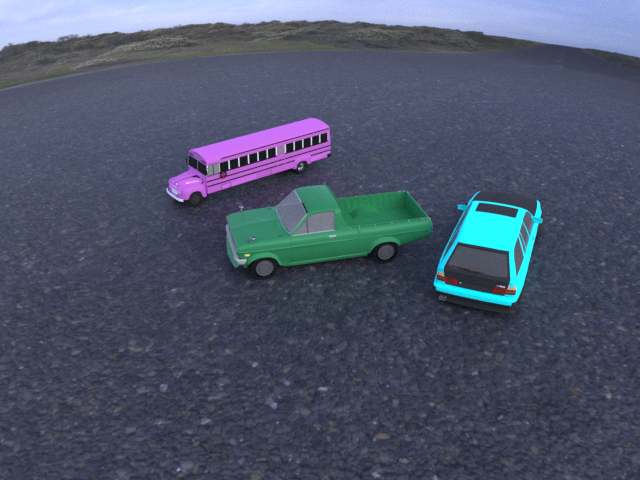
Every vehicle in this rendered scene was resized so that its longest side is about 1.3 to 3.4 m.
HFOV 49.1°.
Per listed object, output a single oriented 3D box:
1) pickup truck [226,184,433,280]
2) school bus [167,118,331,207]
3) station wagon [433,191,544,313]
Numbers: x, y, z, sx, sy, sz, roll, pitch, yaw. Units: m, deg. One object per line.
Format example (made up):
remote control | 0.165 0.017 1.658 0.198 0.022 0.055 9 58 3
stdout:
pickup truck | 0.112 -0.257 10.741 3.117 0.993 1.244 -7 31 -13
school bus | -1.288 -1.495 13.059 3.322 0.844 0.709 -21 36 -32
station wagon | 2.615 -0.084 10.512 1.327 0.920 3.105 11 32 19
